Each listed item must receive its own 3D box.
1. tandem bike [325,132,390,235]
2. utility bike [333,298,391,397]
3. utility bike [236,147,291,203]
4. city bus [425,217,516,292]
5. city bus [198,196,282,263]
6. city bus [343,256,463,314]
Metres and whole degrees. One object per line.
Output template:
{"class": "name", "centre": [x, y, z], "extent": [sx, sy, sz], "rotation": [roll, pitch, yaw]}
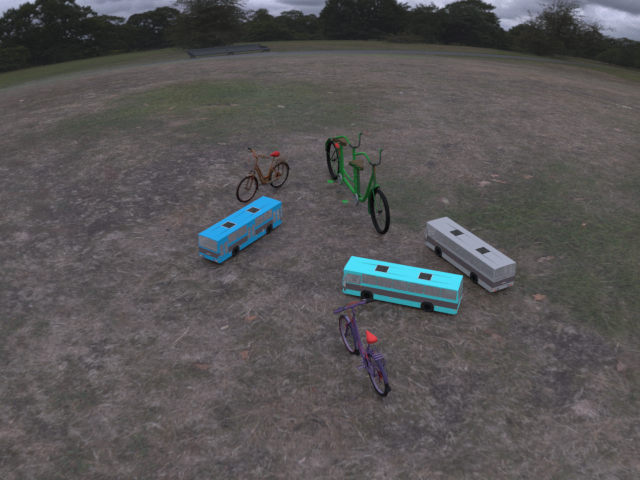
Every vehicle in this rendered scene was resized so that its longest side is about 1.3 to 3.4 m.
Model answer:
{"class": "tandem bike", "centre": [0.629, -1.270, 12.599], "extent": [0.550, 1.326, 3.192], "rotation": [-9, 31, -16]}
{"class": "utility bike", "centre": [0.480, 1.256, 8.516], "extent": [0.535, 0.946, 1.435], "rotation": [-11, 31, -19]}
{"class": "utility bike", "centre": [-0.999, -1.259, 12.964], "extent": [0.535, 0.946, 1.435], "rotation": [23, 37, 35]}
{"class": "city bus", "centre": [2.288, 0.218, 10.846], "extent": [0.476, 0.460, 1.674], "rotation": [-15, 33, -25]}
{"class": "city bus", "centre": [-1.279, -0.173, 11.536], "extent": [0.476, 0.460, 1.674], "rotation": [18, 34, 29]}
{"class": "city bus", "centre": [1.180, 0.659, 10.064], "extent": [1.674, 0.460, 0.476], "rotation": [10, 31, 17]}
